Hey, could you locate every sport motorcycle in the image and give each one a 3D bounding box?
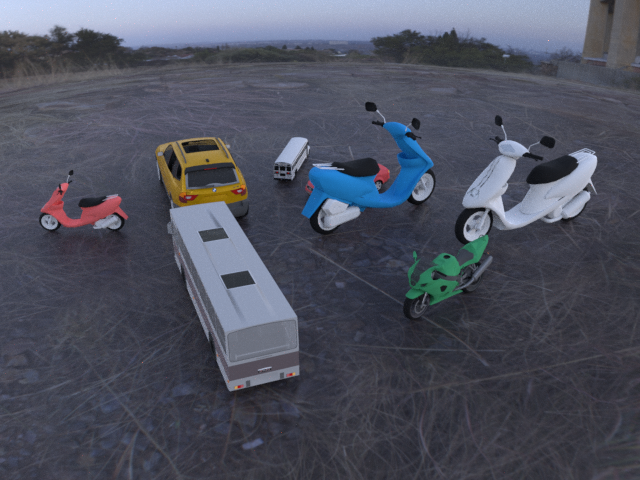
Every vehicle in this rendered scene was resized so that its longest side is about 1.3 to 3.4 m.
[{"bbox_3d":[1.640,0.475,9.059,1.520,0.821,0.506,-21,34,-34],"label":"sport motorcycle"}]

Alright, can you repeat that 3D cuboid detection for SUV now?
[{"bbox_3d":[-2.081,-1.224,12.022,1.276,1.128,3.058,-9,29,-17],"label":"SUV"}]

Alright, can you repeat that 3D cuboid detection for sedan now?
[{"bbox_3d":[0.495,-1.097,12.480,1.613,0.483,0.635,-15,31,-27],"label":"sedan"}]

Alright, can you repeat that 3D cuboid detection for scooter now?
[{"bbox_3d":[-3.744,-0.558,10.957,1.399,0.919,0.662,0,27,-1],"label":"scooter"},{"bbox_3d":[3.249,-0.935,10.742,2.721,1.786,1.288,-13,30,-23],"label":"scooter"},{"bbox_3d":[0.874,-1.147,11.153,2.721,1.786,1.288,-18,32,-31],"label":"scooter"}]

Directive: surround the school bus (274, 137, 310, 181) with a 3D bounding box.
[{"bbox_3d":[-0.518,-1.589,13.489,0.365,0.434,1.708,5,28,10],"label":"school bus"}]

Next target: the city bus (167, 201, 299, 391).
[{"bbox_3d":[-1.166,0.582,8.769,0.926,0.894,3.255,-10,29,-18],"label":"city bus"}]
